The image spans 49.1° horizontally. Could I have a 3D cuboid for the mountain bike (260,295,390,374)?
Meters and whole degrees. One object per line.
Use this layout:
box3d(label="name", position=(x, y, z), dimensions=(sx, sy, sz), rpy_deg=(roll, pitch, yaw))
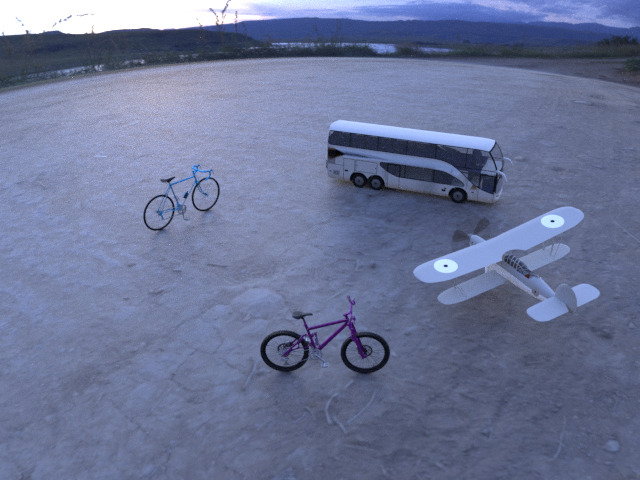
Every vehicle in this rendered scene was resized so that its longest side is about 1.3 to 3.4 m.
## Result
box3d(label="mountain bike", position=(0.056, 1.133, 7.846), dimensions=(1.469, 0.868, 0.573), rpy_deg=(1, 28, 2))

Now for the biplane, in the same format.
box3d(label="biplane", position=(2.517, 0.418, 9.066), dimensions=(2.598, 0.981, 2.120), rpy_deg=(-13, 31, -23))

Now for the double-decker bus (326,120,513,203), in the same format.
box3d(label="double-decker bus", position=(1.700, -1.385, 12.368), dimensions=(3.251, 1.052, 0.756), rpy_deg=(11, 30, 19))

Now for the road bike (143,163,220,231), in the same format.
box3d(label="road bike", position=(-2.222, -0.708, 11.312), dimensions=(0.358, 0.852, 1.545), rpy_deg=(23, 36, 36))
